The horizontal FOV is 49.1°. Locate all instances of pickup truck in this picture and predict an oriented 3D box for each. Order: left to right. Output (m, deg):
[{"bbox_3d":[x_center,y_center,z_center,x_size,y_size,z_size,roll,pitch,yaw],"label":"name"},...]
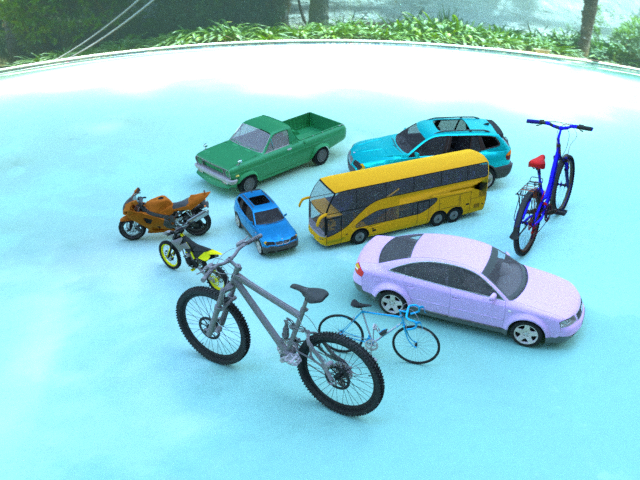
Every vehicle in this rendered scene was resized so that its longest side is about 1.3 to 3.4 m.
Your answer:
[{"bbox_3d":[-0.910,-1.865,13.619,3.117,0.993,1.244,-27,40,-37],"label":"pickup truck"}]

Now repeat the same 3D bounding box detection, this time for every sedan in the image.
[{"bbox_3d":[2.009,0.541,9.591,3.137,0.940,1.235,12,33,19],"label":"sedan"}]

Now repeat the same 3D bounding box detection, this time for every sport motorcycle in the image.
[{"bbox_3d":[-2.505,-0.407,11.316,1.520,0.821,0.506,-5,31,-8],"label":"sport motorcycle"}]

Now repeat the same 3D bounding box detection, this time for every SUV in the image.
[{"bbox_3d":[-0.909,-0.330,11.422,0.656,0.580,1.572,-14,33,-22],"label":"SUV"},{"bbox_3d":[2.047,-1.643,13.109,3.058,1.128,1.276,-2,31,-4],"label":"SUV"}]

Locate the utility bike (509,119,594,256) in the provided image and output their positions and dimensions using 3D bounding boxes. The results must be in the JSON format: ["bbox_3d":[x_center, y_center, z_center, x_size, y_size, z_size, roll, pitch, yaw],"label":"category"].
[{"bbox_3d":[3.574,-0.949,11.233,1.039,1.839,2.791,20,36,30],"label":"utility bike"}]

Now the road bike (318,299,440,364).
[{"bbox_3d":[0.724,1.130,8.678,1.545,0.852,0.358,7,31,12],"label":"road bike"}]

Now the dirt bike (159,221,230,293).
[{"bbox_3d":[-1.873,0.231,10.198,1.493,0.857,0.527,22,37,33],"label":"dirt bike"}]

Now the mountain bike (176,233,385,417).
[{"bbox_3d":[-0.546,1.016,8.048,2.857,1.688,1.114,16,34,25],"label":"mountain bike"}]

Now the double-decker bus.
[{"bbox_3d":[1.282,-0.707,11.597,3.251,1.052,0.756,-13,33,-21],"label":"double-decker bus"}]
